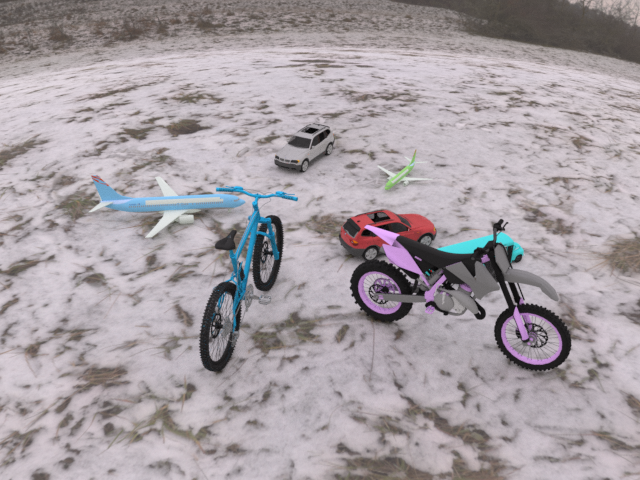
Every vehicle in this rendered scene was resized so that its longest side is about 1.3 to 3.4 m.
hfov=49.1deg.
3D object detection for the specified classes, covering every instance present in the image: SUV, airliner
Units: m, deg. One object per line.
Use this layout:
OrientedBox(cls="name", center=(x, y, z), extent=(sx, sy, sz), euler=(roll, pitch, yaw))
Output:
OrientedBox(cls="SUV", center=(-0.295, -1.874, 13.995), extent=(0.656, 0.580, 1.572), euler=(16, 34, 26))
OrientedBox(cls="SUV", center=(1.078, -0.157, 11.023), extent=(1.572, 0.580, 0.656), euler=(-12, 32, -20))
OrientedBox(cls="airliner", center=(-2.547, -0.778, 11.844), extent=(2.541, 0.835, 2.257), euler=(-4, 30, -7))
OrientedBox(cls="airliner", center=(1.532, -1.307, 13.165), extent=(1.161, 0.429, 1.307), euler=(17, 34, 27))

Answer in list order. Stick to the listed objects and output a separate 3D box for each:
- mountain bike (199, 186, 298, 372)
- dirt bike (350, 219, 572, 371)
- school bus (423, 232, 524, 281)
OrientedBox(cls="mountain bike", center=(-0.951, 0.355, 9.030), extent=(1.114, 1.688, 2.857), euler=(8, 31, 13))
OrientedBox(cls="dirt bike", center=(1.681, 0.595, 8.636), extent=(2.903, 1.666, 1.024), euler=(16, 34, 26))
OrientedBox(cls="school bus", center=(2.323, 0.236, 10.489), extent=(1.708, 0.434, 0.365), euler=(-13, 33, -22))
